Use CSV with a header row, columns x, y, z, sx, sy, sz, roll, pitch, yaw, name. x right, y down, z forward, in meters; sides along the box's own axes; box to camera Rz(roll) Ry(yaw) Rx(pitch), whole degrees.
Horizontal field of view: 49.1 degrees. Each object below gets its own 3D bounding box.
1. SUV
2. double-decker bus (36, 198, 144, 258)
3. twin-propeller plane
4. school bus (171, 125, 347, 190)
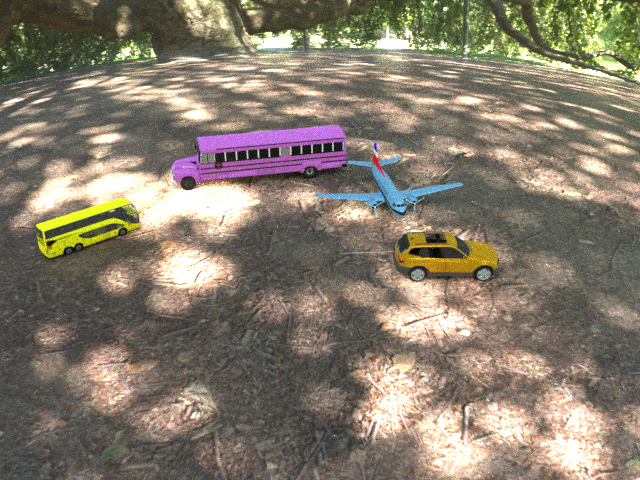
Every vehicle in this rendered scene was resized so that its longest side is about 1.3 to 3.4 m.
x,y,z,sx,sy,sz,roll,pitch,yaw,name
1.876,0.211,10.389,1.572,0.580,0.656,0,29,-1,SUV
-3.656,-0.221,11.194,1.672,0.541,0.389,-23,37,-35,double-decker bus
1.182,-1.023,12.357,2.663,0.792,2.129,-5,30,-9,twin-propeller plane
-1.168,-1.593,13.311,3.322,0.844,0.709,-7,30,-12,school bus
